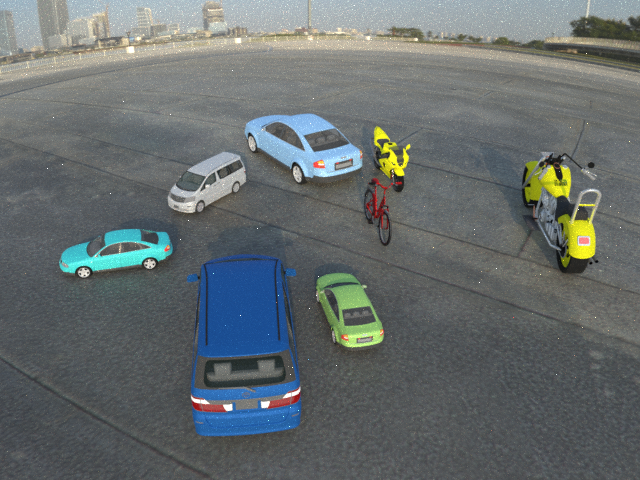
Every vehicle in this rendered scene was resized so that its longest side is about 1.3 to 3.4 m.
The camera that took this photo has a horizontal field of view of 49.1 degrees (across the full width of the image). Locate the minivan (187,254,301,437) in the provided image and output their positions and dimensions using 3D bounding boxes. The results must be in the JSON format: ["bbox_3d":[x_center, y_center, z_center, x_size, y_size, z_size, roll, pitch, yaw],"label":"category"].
[{"bbox_3d":[-0.887,0.913,8.157,1.324,1.197,3.011,-3,29,-6],"label":"minivan"}]

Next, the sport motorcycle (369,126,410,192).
[{"bbox_3d":[1.264,-1.493,12.856,0.506,0.821,1.520,-7,30,-12],"label":"sport motorcycle"}]

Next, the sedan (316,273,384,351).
[{"bbox_3d":[0.358,0.830,9.038,0.635,0.483,1.613,-6,30,-11],"label":"sedan"}]

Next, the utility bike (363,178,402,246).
[{"bbox_3d":[0.958,-0.571,11.075,0.535,0.946,1.435,-6,30,-11],"label":"utility bike"}]

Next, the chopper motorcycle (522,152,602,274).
[{"bbox_3d":[3.619,-0.688,10.736,0.906,1.480,3.040,1,29,1],"label":"chopper motorcycle"}]

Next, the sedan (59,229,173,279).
[{"bbox_3d":[-2.988,0.147,10.262,1.613,0.483,0.635,-8,30,-14],"label":"sedan"}]

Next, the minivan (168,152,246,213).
[{"bbox_3d":[-1.972,-1.008,12.198,0.681,0.616,1.548,18,34,29],"label":"minivan"}]

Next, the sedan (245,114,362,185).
[{"bbox_3d":[-0.400,-1.945,13.544,1.235,0.940,3.137,-17,34,-28],"label":"sedan"}]
